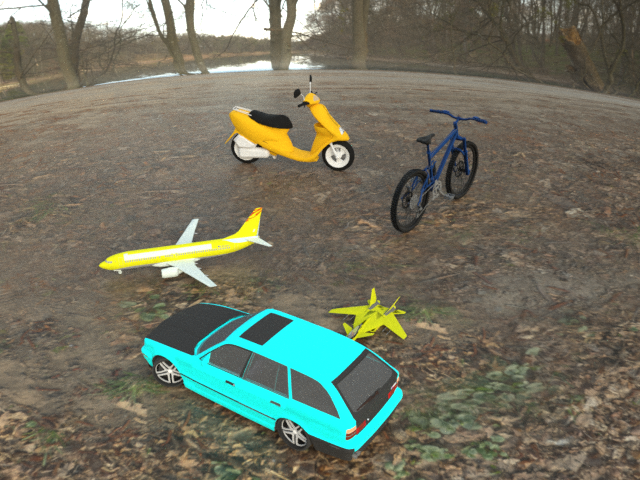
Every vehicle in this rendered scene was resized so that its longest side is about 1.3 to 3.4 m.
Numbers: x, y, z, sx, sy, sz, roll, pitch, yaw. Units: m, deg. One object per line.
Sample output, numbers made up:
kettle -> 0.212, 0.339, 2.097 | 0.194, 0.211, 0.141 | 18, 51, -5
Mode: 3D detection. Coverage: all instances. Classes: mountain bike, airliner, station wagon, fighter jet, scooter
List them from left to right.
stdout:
airliner -> -2.067, 0.021, 10.618 | 2.541, 0.835, 2.257 | -7, 28, -14
station wagon -> -0.644, 1.350, 7.949 | 3.105, 0.920, 1.327 | 17, 32, 29
scooter -> -0.629, -2.319, 14.115 | 2.721, 1.786, 1.288 | 6, 28, 11
fighter jet -> 0.559, 1.087, 9.151 | 1.147, 0.286, 1.358 | 17, 32, 29
mountain bike -> 2.068, -1.234, 12.121 | 1.114, 1.688, 2.857 | 20, 33, 34
